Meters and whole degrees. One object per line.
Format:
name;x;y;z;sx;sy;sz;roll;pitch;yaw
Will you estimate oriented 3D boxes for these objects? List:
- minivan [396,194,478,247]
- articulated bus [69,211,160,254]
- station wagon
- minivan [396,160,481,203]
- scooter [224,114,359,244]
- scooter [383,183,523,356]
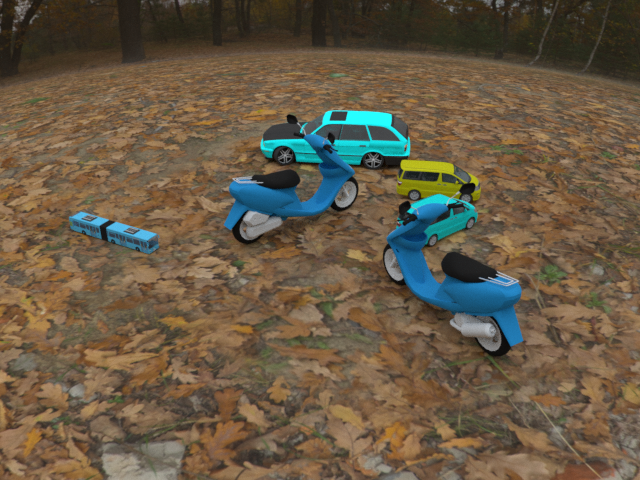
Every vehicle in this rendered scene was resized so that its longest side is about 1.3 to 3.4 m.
minivan;1.996;-0.406;11.744;1.548;0.616;0.681;-22;36;-34
articulated bus;-3.419;-0.131;11.590;1.749;0.289;0.311;15;33;24
station wagon;0.315;-2.147;14.504;3.105;0.920;1.327;3;30;6
minivan;2.204;-1.101;12.969;1.548;0.616;0.681;4;30;7
scooter;-0.403;-1.014;11.629;2.721;1.786;1.288;-21;35;-32
scooter;1.703;0.288;9.335;1.288;1.786;2.721;-17;34;-27
